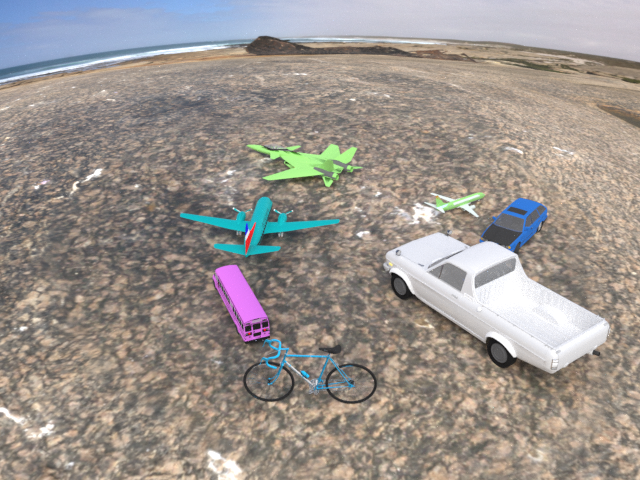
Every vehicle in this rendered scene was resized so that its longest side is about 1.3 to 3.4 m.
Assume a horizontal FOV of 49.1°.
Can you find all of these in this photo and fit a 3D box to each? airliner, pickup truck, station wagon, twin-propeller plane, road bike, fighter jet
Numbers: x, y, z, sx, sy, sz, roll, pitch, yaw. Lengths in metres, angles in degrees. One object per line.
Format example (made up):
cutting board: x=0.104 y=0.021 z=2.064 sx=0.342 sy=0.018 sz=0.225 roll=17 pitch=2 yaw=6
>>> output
airliner: x=2.508 y=-0.755 z=12.519 sx=1.307 sy=0.429 sz=1.161 roll=-19 pitch=35 yaw=-31
pickup truck: x=2.245 y=0.677 z=9.400 sx=1.244 sy=0.993 sz=3.117 roll=-20 pitch=35 yaw=-31
station wagon: x=3.223 y=-0.264 z=11.601 sx=0.682 sy=0.473 sz=1.597 roll=20 pitch=35 yaw=32
twin-propeller plane: x=-1.022 y=-0.323 z=11.382 sx=2.663 sy=0.792 sz=2.129 roll=2 pitch=29 yaw=4
road bike: x=-0.116 y=1.538 z=8.014 sx=1.545 sy=0.852 sz=0.358 roll=1 pitch=29 yaw=2
fighter jet: x=-0.526 y=-1.777 z=14.204 sx=2.640 sy=0.557 sz=2.229 roll=21 pitch=35 yaw=32

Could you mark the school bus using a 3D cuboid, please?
school bus: x=-1.133 y=0.816 z=9.722 sx=0.365 sy=0.434 sz=1.708 roll=-11 pitch=31 yaw=-19
